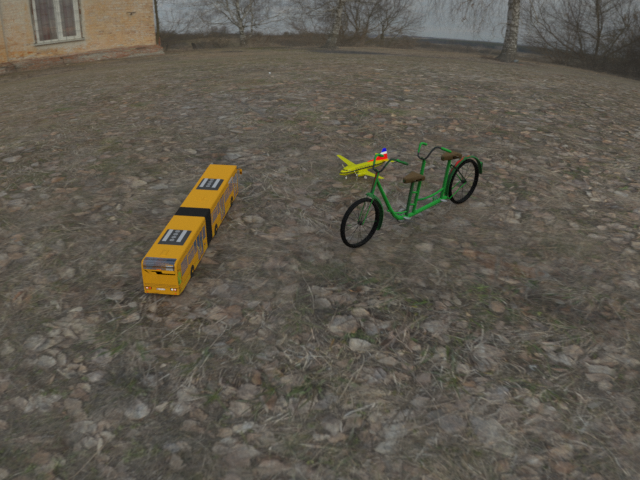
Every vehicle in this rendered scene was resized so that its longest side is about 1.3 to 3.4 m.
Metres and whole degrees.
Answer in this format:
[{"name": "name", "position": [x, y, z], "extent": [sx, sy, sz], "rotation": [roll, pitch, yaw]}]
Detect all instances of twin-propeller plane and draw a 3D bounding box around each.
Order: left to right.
[{"name": "twin-propeller plane", "position": [0.797, -1.382, 12.679], "extent": [1.095, 0.407, 1.370], "rotation": [-18, 33, -30]}]

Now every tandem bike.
[{"name": "tandem bike", "position": [1.500, -0.852, 10.704], "extent": [3.192, 1.326, 0.550], "rotation": [-22, 35, -35]}]

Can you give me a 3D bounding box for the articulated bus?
[{"name": "articulated bus", "position": [-1.828, -0.274, 10.431], "extent": [0.605, 0.561, 3.401], "rotation": [3, 28, 6]}]
